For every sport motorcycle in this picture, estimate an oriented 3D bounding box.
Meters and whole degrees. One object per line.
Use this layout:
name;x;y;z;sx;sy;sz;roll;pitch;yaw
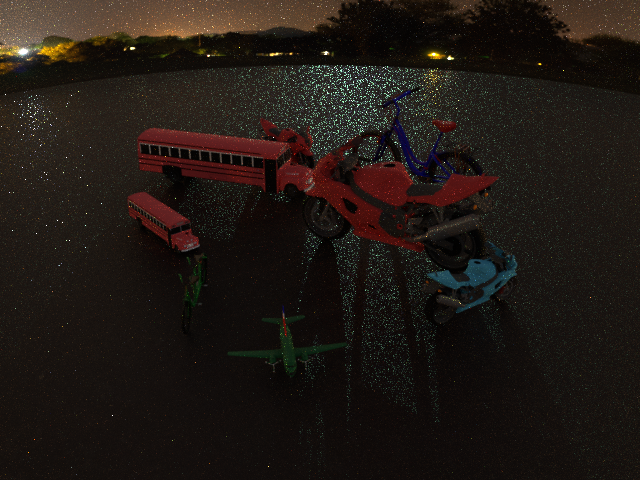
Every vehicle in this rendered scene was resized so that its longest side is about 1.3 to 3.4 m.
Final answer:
sport motorcycle;1.033;-0.506;10.065;2.955;1.596;0.983;14;30;25
sport motorcycle;-0.647;-1.853;13.589;0.506;0.821;1.520;-23;35;-38
sport motorcycle;1.930;0.559;8.819;1.520;0.821;0.506;-15;30;-27

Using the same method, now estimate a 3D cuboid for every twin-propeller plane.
twin-propeller plane;-0.380;1.172;8.064;1.370;0.407;1.095;-4;27;-7

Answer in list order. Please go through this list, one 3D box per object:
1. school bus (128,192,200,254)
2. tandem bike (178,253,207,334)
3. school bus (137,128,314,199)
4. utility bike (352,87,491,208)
school bus;-2.448;-0.280;10.907;0.365;0.434;1.708;-21;33;-35
tandem bike;-1.611;0.544;9.002;0.283;0.682;1.642;1;27;1
school bus;-1.693;-1.428;12.723;3.322;0.844;0.709;9;28;16
utility bike;1.605;-1.521;11.805;2.791;1.839;1.039;21;33;35
